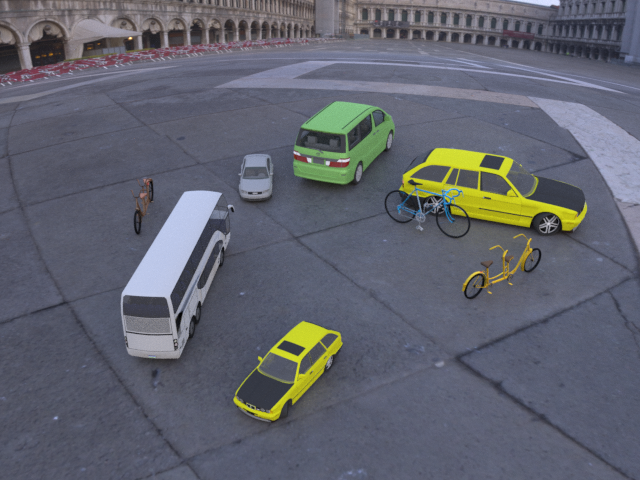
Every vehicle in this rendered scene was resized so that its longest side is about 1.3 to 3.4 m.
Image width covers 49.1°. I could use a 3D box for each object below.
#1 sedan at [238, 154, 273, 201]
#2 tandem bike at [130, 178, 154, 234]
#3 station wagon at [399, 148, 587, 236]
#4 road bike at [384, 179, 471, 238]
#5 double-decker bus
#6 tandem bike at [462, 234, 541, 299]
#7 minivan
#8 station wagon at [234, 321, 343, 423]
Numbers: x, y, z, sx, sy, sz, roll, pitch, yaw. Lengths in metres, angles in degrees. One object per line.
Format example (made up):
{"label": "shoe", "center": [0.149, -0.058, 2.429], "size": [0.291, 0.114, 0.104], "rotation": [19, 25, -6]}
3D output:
{"label": "sedan", "center": [-1.181, -1.223, 13.003], "size": [0.635, 0.483, 1.613], "rotation": [-1, 29, -2]}
{"label": "tandem bike", "center": [-2.994, -0.710, 11.878], "size": [0.283, 0.682, 1.642], "rotation": [-1, 29, -2]}
{"label": "station wagon", "center": [2.968, -0.911, 11.994], "size": [3.105, 0.920, 1.327], "rotation": [12, 31, 20]}
{"label": "road bike", "center": [1.737, -0.541, 11.399], "size": [1.545, 0.852, 0.358], "rotation": [18, 34, 29]}
{"label": "double-decker bus", "center": [-1.872, 0.316, 9.653], "size": [0.756, 1.052, 3.251], "rotation": [3, 29, 5]}
{"label": "tandem bike", "center": [2.625, 0.354, 9.966], "size": [1.642, 0.682, 0.283], "rotation": [-19, 34, -30]}
{"label": "minivan", "center": [0.557, -2.073, 13.798], "size": [1.324, 1.197, 3.011], "rotation": [12, 31, 20]}
{"label": "station wagon", "center": [-0.353, 1.465, 8.183], "size": [0.682, 0.473, 1.597], "rotation": [16, 33, 27]}
